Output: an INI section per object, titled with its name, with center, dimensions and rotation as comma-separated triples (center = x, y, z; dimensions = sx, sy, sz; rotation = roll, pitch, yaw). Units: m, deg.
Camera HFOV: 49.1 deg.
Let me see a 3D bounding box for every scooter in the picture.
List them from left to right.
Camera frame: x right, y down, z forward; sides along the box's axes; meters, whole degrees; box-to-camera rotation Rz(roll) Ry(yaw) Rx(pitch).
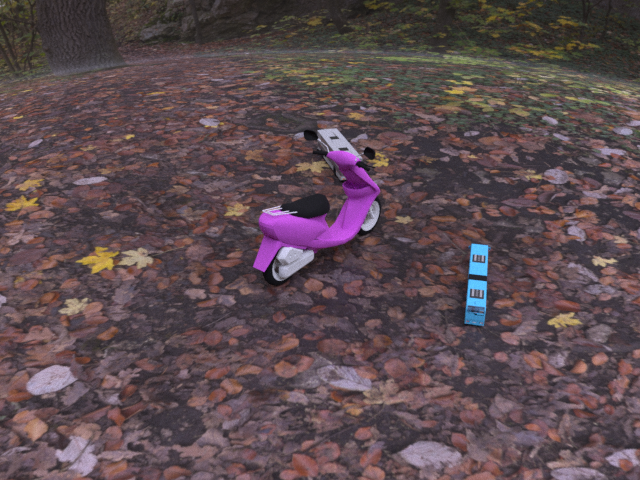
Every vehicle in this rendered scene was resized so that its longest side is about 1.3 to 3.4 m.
[scooter]
center = 0.062, -0.516, 9.997
dimensions = 1.288, 1.786, 2.721
rotation = 22, 36, 35

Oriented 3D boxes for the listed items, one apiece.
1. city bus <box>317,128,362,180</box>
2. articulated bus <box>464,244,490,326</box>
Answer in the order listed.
[city bus]
center = 0.358, -1.640, 13.438
dimensions = 0.476, 0.460, 1.674
rotation = -7, 30, -13
[articulated bus]
center = 2.148, 0.574, 9.563
dimensions = 0.311, 0.289, 1.749
rotation = 6, 29, 11
